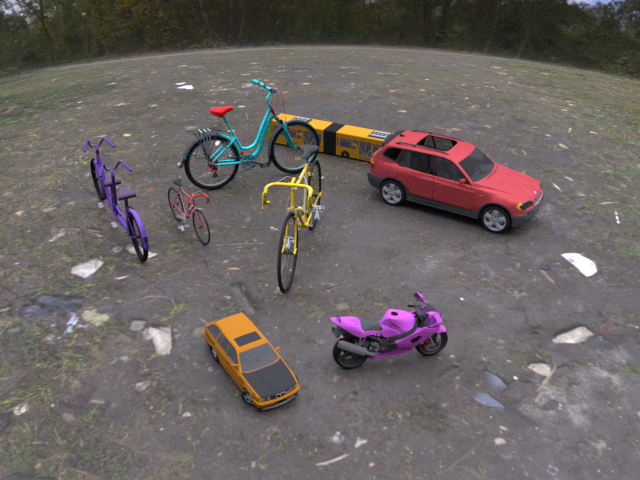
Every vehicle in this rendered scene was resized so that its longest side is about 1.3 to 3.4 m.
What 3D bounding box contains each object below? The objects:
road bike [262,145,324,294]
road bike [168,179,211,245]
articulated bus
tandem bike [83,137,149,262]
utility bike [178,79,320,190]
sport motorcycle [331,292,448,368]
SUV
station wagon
[{"bbox_3d":[-0.276,-0.489,10.570,0.696,1.656,3.004,5,31,9],"label":"road bike"},{"bbox_3d":[-2.162,-0.514,11.412,0.358,0.852,1.545,-19,35,-30],"label":"road bike"},{"bbox_3d":[0.471,-2.036,14.312,3.401,0.561,0.605,14,33,23],"label":"articulated bus"},{"bbox_3d":[-3.342,-0.778,11.394,0.550,1.326,3.192,-16,34,-25],"label":"tandem bike"},{"bbox_3d":[-1.317,-1.968,12.926,2.791,1.839,1.039,-13,33,-22],"label":"utility bike"},{"bbox_3d":[0.866,1.155,8.578,1.520,0.821,0.506,-7,31,-11],"label":"sport motorcycle"},{"bbox_3d":[2.327,-1.116,12.170,3.058,1.128,1.276,17,34,27],"label":"SUV"},{"bbox_3d":[-0.851,1.402,8.500,0.682,0.473,1.597,-17,34,-27],"label":"station wagon"}]
